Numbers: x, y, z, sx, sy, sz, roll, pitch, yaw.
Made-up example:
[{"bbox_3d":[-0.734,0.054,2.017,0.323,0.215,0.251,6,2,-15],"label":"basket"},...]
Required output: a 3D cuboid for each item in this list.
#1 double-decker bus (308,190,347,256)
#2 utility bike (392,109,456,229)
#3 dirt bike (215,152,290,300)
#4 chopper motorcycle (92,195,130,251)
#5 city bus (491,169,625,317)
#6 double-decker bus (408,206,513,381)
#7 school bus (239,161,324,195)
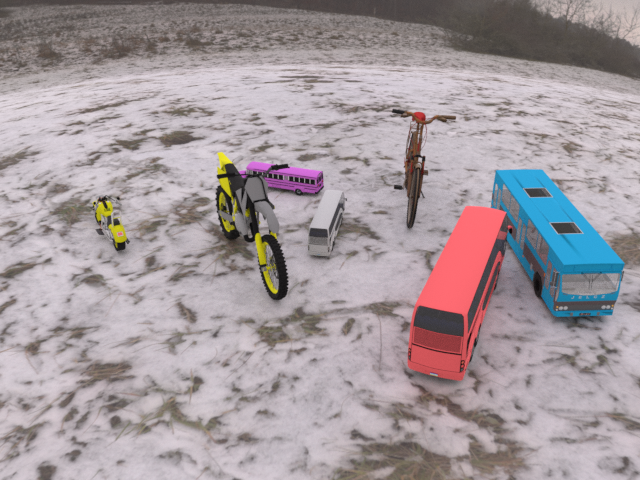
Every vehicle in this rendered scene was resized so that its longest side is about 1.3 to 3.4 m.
[{"bbox_3d":[0.124,-0.314,11.299,0.389,0.541,1.672,5,28,9],"label":"double-decker bus"},{"bbox_3d":[1.723,-1.448,12.078,1.039,1.839,2.791,2,27,5],"label":"utility bike"},{"bbox_3d":[-1.043,-0.373,10.190,1.024,1.666,2.903,-12,30,-21],"label":"dirt bike"},{"bbox_3d":[-3.399,-0.385,11.197,0.466,0.761,1.563,-15,31,-26],"label":"chopper motorcycle"},{"bbox_3d":[3.367,-0.043,10.392,0.926,0.894,3.255,-1,27,-2],"label":"city bus"},{"bbox_3d":[1.890,0.525,9.124,0.756,1.052,3.251,10,29,19],"label":"double-decker bus"},{"bbox_3d":[-0.783,-1.161,13.049,1.708,0.434,0.365,10,29,18],"label":"school bus"}]
